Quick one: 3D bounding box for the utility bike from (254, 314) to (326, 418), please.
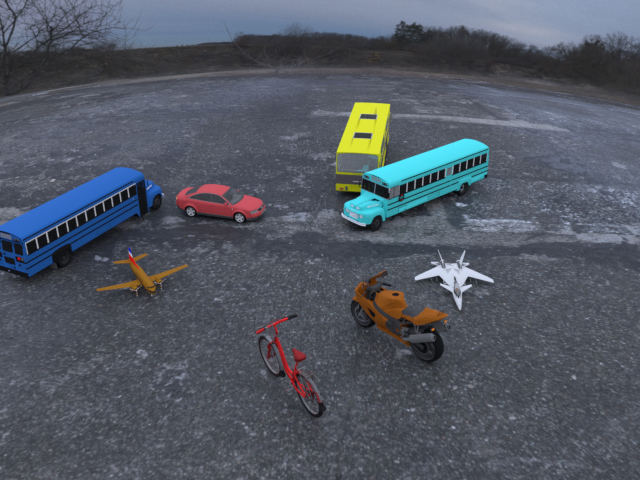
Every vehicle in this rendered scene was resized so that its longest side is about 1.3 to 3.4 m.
[{"bbox_3d":[-0.388,1.390,7.894,0.535,0.946,1.435,-17,32,-29],"label":"utility bike"}]

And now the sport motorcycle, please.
[{"bbox_3d":[0.965,0.960,8.859,0.506,0.821,1.520,-25,36,-39],"label":"sport motorcycle"}]

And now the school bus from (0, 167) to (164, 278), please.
[{"bbox_3d":[-3.809,-0.420,11.493,0.709,0.844,3.322,12,30,23],"label":"school bus"}]

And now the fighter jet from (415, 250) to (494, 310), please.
[{"bbox_3d":[1.968,0.573,10.184,1.147,0.286,1.358,2,27,3],"label":"fighter jet"}]

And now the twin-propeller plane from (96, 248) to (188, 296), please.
[{"bbox_3d":[-2.617,0.477,10.238,1.370,0.407,1.095,-16,31,-28],"label":"twin-propeller plane"}]

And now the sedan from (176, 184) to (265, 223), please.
[{"bbox_3d":[-1.762,-0.692,12.408,1.613,0.483,0.635,8,28,15],"label":"sedan"}]

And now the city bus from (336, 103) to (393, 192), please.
[{"bbox_3d":[0.927,-1.912,14.313,0.926,0.894,3.255,4,28,8],"label":"city bus"}]

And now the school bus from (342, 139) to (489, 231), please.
[{"bbox_3d":[1.779,-1.051,12.709,3.322,0.844,0.709,-22,35,-36],"label":"school bus"}]
